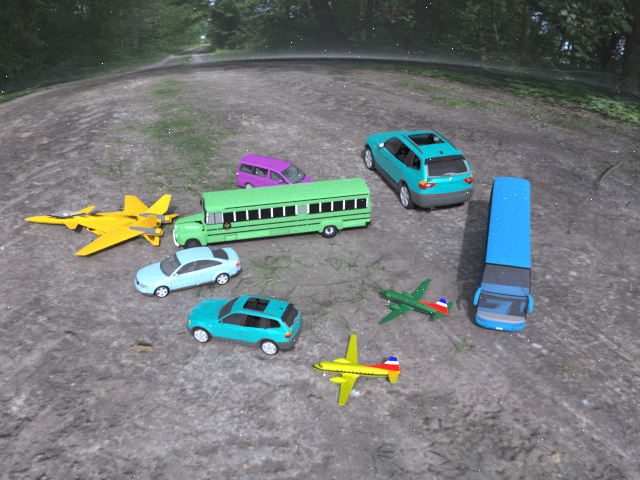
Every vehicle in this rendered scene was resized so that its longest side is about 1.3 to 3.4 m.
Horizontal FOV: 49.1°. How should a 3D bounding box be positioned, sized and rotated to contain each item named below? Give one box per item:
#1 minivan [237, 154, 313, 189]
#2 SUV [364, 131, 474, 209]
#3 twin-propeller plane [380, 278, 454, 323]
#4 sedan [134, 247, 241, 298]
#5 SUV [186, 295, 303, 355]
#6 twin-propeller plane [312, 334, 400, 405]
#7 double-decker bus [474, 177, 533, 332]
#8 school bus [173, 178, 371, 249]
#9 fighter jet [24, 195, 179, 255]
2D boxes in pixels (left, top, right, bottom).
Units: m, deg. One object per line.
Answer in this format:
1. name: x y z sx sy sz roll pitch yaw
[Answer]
1. minivan: -0.840 -1.189 13.416 1.548 0.616 0.681 15 33 25
2. SUV: 1.865 -1.580 13.591 1.276 1.128 3.058 -8 30 -15
3. twin-propeller plane: 1.325 0.854 9.950 1.095 0.407 1.370 19 34 31
4. sedan: -2.008 0.428 10.639 1.613 0.483 0.635 -12 31 -20
5. SUV: -1.015 1.060 9.401 1.572 0.580 0.656 8 30 14
6. twin-propeller plane: 0.444 1.563 8.674 1.095 0.407 1.370 4 29 7
7. double-decker bus: 2.806 0.145 10.564 0.756 1.052 3.251 7 30 13
8. school bus: -0.815 -0.446 11.841 3.322 0.844 0.709 -7 30 -12
9. fighter jet: -3.902 -0.430 12.109 2.640 0.557 2.229 4 29 6
